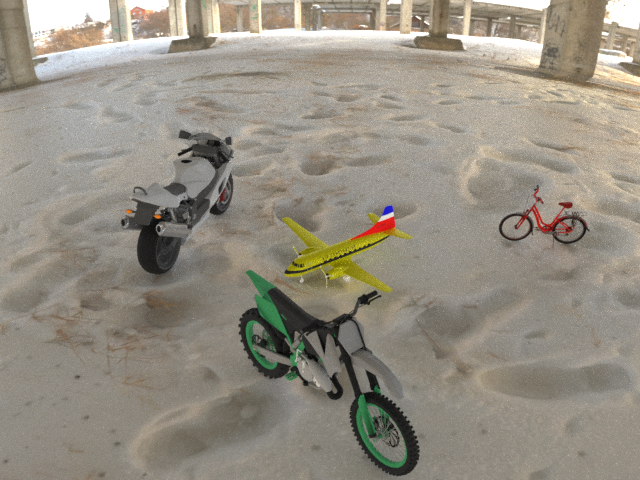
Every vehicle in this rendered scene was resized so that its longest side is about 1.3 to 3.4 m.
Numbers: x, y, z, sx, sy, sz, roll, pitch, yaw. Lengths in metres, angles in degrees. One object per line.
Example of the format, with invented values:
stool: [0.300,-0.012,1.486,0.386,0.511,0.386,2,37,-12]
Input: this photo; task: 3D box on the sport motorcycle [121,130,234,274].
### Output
sport motorcycle: [-2.100,-0.686,11.151,0.983,1.596,2.955,10,31,16]

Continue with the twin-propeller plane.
twin-propeller plane: [0.346,0.069,10.644,2.129,0.792,2.663,-20,35,-30]

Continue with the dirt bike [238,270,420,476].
dirt bike: [0.001,1.289,7.637,1.024,1.666,2.903,-24,37,-35]

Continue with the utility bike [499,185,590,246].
utility bike: [3.624,-0.334,11.191,1.435,0.946,0.535,3,30,5]
